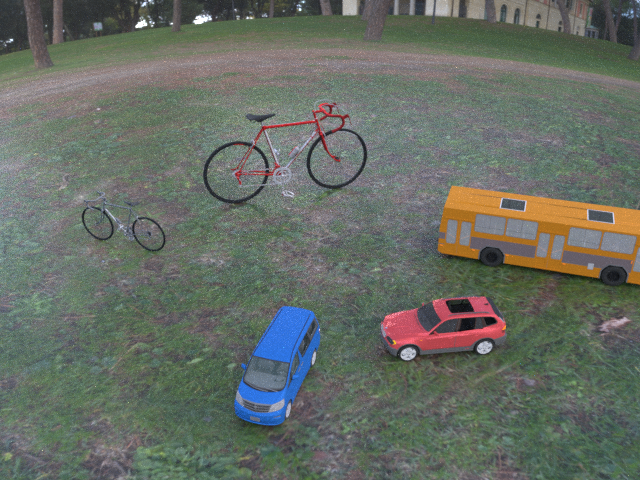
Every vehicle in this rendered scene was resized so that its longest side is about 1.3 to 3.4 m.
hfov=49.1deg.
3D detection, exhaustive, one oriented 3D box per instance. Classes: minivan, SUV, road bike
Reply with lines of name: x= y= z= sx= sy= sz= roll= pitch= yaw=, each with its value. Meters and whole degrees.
minivan: x=-0.475 y=1.428 z=8.129 sx=0.681 sy=0.616 sz=1.548 roll=9 pitch=31 yaw=15
SUV: x=1.547 y=1.066 z=8.794 sx=1.572 sy=0.580 sz=0.656 roll=-4 pitch=30 yaw=-6
road bike: x=-3.079 y=-0.285 z=10.872 sx=1.545 sy=0.852 sz=0.358 roll=11 pitch=32 yaw=19
road bike: x=-0.564 y=-1.521 z=12.216 sx=3.004 sy=1.656 sz=0.697 roll=-10 pitch=31 yaw=-16

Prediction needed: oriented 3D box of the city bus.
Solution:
city bus: x=3.454 y=-0.043 z=10.408 sx=3.255 sy=0.894 sz=0.926 roll=9 pitch=31 yaw=15
